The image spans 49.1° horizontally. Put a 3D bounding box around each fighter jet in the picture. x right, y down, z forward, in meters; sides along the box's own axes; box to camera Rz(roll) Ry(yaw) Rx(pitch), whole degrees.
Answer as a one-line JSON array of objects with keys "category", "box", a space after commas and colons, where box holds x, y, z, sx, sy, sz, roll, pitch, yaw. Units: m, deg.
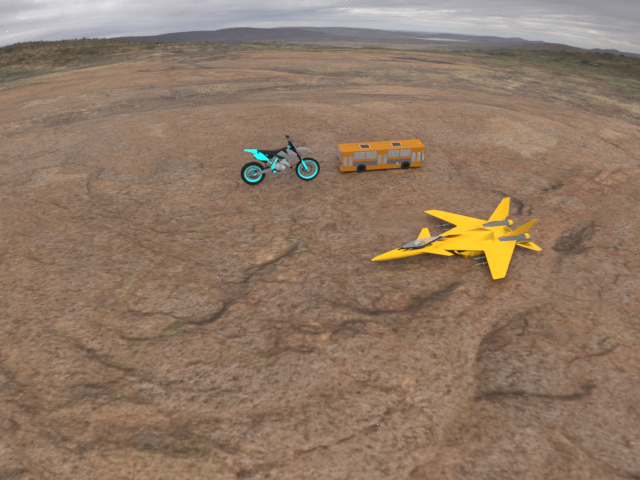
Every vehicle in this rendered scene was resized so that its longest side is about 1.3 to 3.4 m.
[{"category": "fighter jet", "box": [2.020, -0.060, 10.858, 2.640, 0.557, 2.229, -10, 31, -17]}]

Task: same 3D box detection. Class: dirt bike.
[{"category": "dirt bike", "box": [-0.737, -1.455, 12.977, 1.493, 0.857, 0.527, -5, 30, -9]}]

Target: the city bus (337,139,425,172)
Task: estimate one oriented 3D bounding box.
[{"category": "city bus", "box": [1.183, -1.636, 13.688, 1.674, 0.460, 0.476, -5, 30, -8]}]
